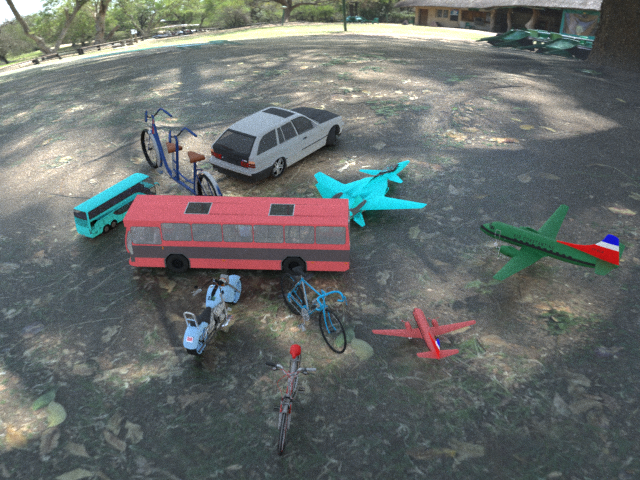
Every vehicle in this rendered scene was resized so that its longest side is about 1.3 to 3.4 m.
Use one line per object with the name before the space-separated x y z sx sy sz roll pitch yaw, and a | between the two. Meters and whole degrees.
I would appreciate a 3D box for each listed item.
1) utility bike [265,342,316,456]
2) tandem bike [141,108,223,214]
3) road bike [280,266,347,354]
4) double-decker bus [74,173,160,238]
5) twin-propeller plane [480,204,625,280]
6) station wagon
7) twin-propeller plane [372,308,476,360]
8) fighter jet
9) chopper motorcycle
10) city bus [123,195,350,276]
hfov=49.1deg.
utility bike | -0.287 1.595 7.641 0.535 0.946 1.435 3 32 5
tandem bike | -2.503 -1.436 12.246 0.550 1.326 3.192 -20 37 -30
road bike | -0.110 0.823 8.997 0.358 0.852 1.545 -19 36 -28
double-decker bus | -3.361 -0.613 11.650 0.389 0.541 1.672 16 35 24
twin-propeller plane | 3.371 -0.003 10.410 2.129 0.792 2.663 21 37 31
station wagon | -0.753 -2.092 13.712 1.327 0.920 3.105 20 37 30
twin-propeller plane | 1.359 1.139 8.906 1.370 0.407 1.095 -5 32 -7
fighter jet | 0.970 -1.104 12.440 2.229 0.557 2.640 20 37 29
chopper motorcycle | -1.365 0.831 9.071 0.466 0.761 1.563 9 32 14
city bus | -1.179 -0.074 10.427 3.255 0.894 0.926 1 31 2
